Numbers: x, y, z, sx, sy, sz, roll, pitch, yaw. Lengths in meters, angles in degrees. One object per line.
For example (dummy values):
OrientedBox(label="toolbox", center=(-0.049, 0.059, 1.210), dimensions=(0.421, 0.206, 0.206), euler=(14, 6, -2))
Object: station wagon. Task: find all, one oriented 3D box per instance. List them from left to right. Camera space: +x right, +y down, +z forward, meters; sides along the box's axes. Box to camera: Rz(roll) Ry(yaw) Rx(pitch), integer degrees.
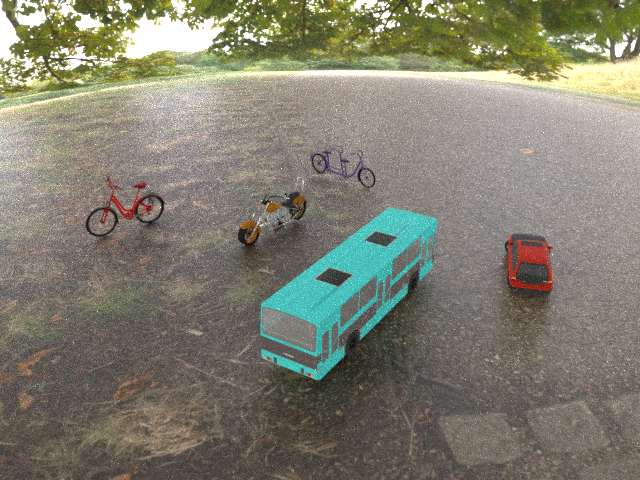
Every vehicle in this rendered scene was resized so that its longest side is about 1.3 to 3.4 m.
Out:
OrientedBox(label="station wagon", center=(3.117, 0.248, 10.402), dimensions=(0.682, 0.473, 1.597), euler=(6, 28, 11))

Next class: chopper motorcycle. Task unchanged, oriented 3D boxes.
OrientedBox(label="chopper motorcycle", center=(-0.764, -0.479, 11.517), dimensions=(0.466, 0.761, 1.563), euler=(20, 33, 34))

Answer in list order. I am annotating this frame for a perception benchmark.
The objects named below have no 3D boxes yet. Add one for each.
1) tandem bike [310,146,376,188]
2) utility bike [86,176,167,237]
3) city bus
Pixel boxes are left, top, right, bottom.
OrientedBox(label="tandem bike", center=(0.425, -1.487, 13.589), dimensions=(1.642, 0.682, 0.283), euler=(22, 34, 36))
OrientedBox(label="utility bike", center=(-3.166, -0.582, 11.515), dimensions=(1.435, 0.946, 0.535), euler=(-20, 33, -33))
OrientedBox(label="city bus", center=(0.506, 0.610, 9.225), dimensions=(0.926, 0.894, 3.255), euler=(16, 31, 29))
